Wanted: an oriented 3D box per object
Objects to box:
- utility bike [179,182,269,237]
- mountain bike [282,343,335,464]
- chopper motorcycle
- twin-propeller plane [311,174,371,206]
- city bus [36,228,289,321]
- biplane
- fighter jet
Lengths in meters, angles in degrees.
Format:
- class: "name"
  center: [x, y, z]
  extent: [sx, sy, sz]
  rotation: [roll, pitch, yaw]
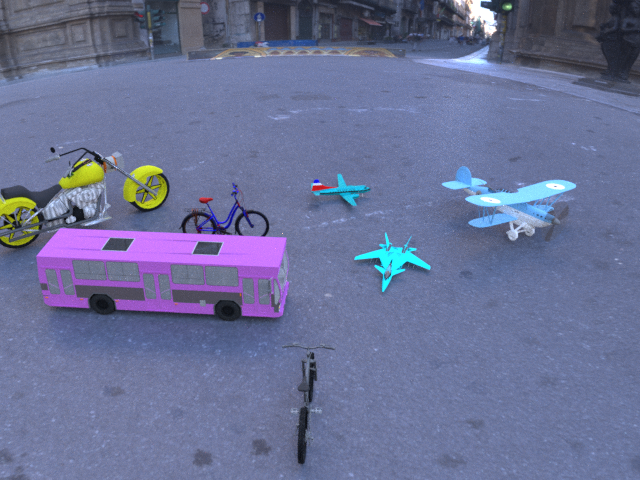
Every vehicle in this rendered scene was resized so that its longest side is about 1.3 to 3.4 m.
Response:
- class: "utility bike"
  center: [-1.528, -0.407, 11.086]
  extent: [1.435, 0.946, 0.535]
  rotation: [-2, 29, -4]
- class: "mountain bike"
  center: [-0.141, 1.643, 7.486]
  extent: [0.573, 0.868, 1.469]
  rotation: [2, 29, 4]
- class: "chopper motorcycle"
  center: [-3.879, -0.845, 11.325]
  extent: [3.040, 1.480, 0.906]
  rotation: [-22, 36, -34]
- class: "twin-propeller plane"
  center: [0.386, -0.936, 12.589]
  extent: [1.095, 0.407, 1.370]
  rotation: [-5, 30, -9]
- class: "city bus"
  center: [-2.083, 0.474, 9.558]
  extent: [3.255, 0.894, 0.926]
  rotation: [2, 29, 4]
- class: "biplane"
  center: [3.039, -0.638, 11.464]
  extent: [2.598, 0.981, 2.120]
  rotation: [-21, 35, -33]
- class: "fighter jet"
  center: [1.060, 0.336, 10.430]
  extent: [1.147, 0.286, 1.358]
  rotation: [7, 30, 13]
